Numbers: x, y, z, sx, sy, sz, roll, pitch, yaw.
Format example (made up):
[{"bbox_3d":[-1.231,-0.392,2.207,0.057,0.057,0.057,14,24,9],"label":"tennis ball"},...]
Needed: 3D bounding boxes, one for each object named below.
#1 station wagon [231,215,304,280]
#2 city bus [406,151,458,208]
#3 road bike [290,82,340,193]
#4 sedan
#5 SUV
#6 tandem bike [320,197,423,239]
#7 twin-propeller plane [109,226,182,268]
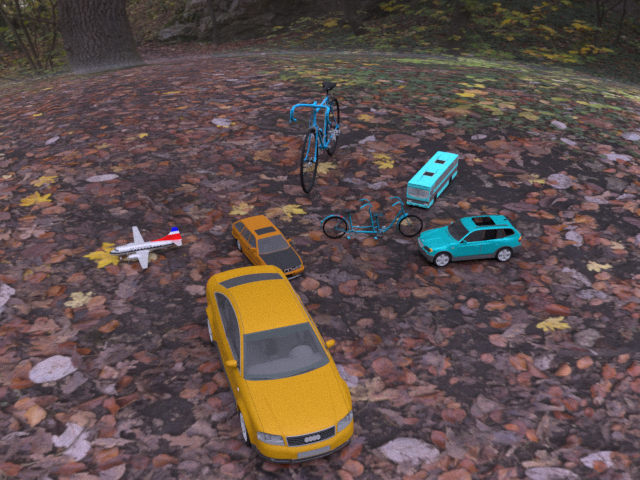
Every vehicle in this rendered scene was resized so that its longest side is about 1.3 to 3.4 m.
[{"bbox_3d":[-0.802,0.077,10.551,0.682,0.473,1.597,-14,32,-24],"label":"station wagon"},{"bbox_3d":[2.055,-1.095,12.695,0.476,0.460,1.674,14,32,23],"label":"city bus"},{"bbox_3d":[0.034,-2.065,13.217,0.696,1.656,3.004,7,30,12],"label":"road bike"},{"bbox_3d":[-0.550,1.194,8.037,1.235,0.940,3.137,-9,30,-16],"label":"sedan"},{"bbox_3d":[2.272,-0.030,10.634,1.572,0.580,0.656,-4,29,-8],"label":"SUV"},{"bbox_3d":[0.824,-0.334,11.082,1.642,0.682,0.283,-1,29,-2],"label":"tandem bike"},{"bbox_3d":[-2.656,0.055,10.660,1.095,0.407,1.370,-10,30,-17],"label":"twin-propeller plane"}]
